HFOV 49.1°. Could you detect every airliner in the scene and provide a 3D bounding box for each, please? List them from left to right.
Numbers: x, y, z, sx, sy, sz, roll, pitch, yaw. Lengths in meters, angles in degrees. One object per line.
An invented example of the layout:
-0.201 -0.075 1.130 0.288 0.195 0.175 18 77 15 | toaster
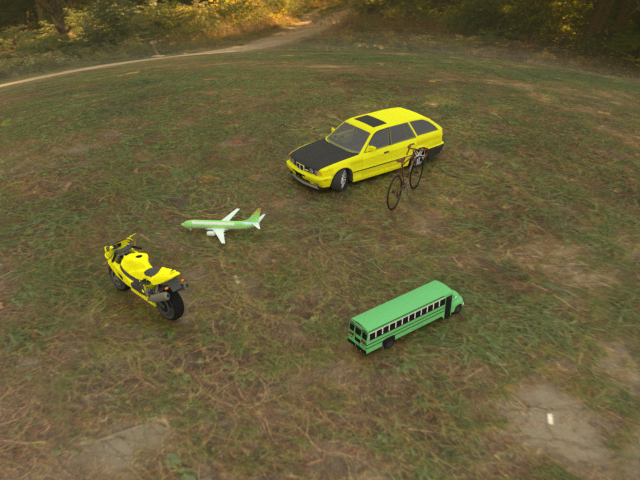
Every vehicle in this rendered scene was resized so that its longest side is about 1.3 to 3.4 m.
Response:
-1.535 -0.321 10.897 1.307 0.429 1.161 2 29 4 | airliner

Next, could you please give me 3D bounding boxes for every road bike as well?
1.463 -1.096 11.860 0.358 0.852 1.545 15 32 25 | road bike

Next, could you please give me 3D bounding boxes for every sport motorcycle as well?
-2.282 0.484 9.042 1.520 0.821 0.506 23 36 35 | sport motorcycle

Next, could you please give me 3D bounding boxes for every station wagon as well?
0.863 -1.772 13.007 3.105 0.920 1.327 -20 35 -31 | station wagon

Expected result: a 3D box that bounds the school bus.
1.113 0.909 8.675 1.708 0.434 0.365 -20 35 -32 | school bus
